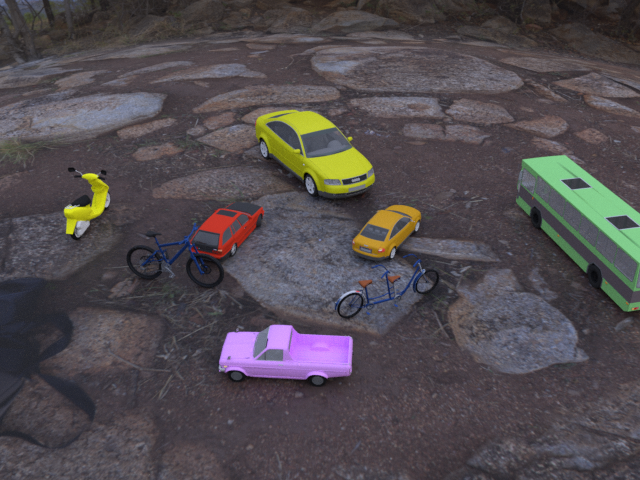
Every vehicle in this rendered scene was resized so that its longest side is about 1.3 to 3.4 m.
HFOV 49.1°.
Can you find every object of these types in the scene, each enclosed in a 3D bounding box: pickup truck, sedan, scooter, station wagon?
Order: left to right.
[{"bbox_3d":[-3.736,-0.658,11.241,0.662,0.919,1.399,5,32,9],"label":"scooter"},{"bbox_3d":[-1.428,-0.232,10.970,0.682,0.473,1.597,11,33,18],"label":"station wagon"},{"bbox_3d":[-0.398,1.336,8.356,1.603,0.511,0.640,2,31,4],"label":"pickup truck"},{"bbox_3d":[-0.149,-1.742,13.003,1.235,0.940,3.137,-17,35,-25],"label":"sedan"},{"bbox_3d":[1.070,-0.200,10.907,0.635,0.483,1.613,17,35,26],"label":"sedan"}]

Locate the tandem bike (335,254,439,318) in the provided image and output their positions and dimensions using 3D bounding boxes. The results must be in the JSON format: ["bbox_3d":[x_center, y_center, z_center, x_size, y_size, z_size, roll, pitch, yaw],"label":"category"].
[{"bbox_3d":[0.925,0.606,9.392,1.642,0.682,0.283,-15,34,-23],"label":"tandem bike"}]

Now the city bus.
[{"bbox_3d":[4.067,-0.182,10.483,0.926,0.894,3.255,-7,32,-11],"label":"city bus"}]

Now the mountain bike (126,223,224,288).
[{"bbox_3d":[-2.054,0.244,9.808,1.469,0.868,0.573,7,32,11],"label":"mountain bike"}]
